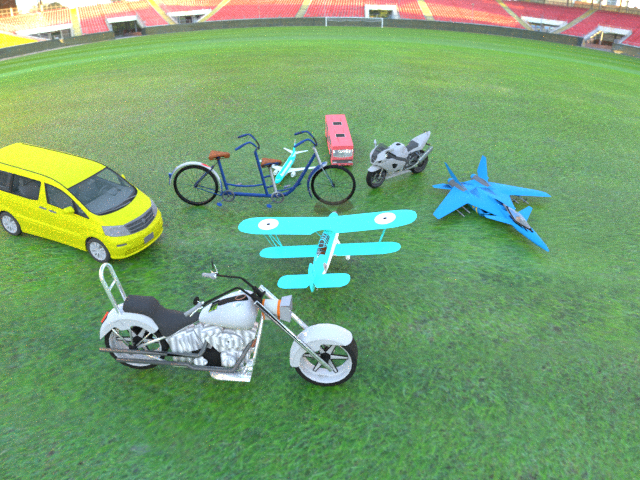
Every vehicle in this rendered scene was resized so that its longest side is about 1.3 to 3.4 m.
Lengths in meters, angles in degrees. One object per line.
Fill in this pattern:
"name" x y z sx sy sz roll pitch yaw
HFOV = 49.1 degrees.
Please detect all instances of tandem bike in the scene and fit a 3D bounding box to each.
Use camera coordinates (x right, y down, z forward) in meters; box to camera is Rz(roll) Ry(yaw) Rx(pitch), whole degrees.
"tandem bike" -0.982 -1.167 11.816 3.192 1.326 0.550 0 31 0

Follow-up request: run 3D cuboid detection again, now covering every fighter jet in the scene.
"fighter jet" 3.016 -0.608 11.632 2.229 0.557 2.640 -11 33 -18

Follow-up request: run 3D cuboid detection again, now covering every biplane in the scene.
"biplane" 0.021 0.128 9.995 2.598 0.981 2.120 5 31 9

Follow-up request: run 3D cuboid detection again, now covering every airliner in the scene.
"airliner" -0.631 -1.464 13.180 1.161 0.429 1.307 8 32 12

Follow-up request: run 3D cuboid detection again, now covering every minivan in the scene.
"minivan" -3.950 -0.644 11.071 3.011 1.197 1.324 14 34 22

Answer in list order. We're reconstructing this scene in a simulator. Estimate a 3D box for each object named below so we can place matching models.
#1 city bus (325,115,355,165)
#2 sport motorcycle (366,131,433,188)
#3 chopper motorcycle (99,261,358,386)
"city bus" 0.373 -2.003 14.049 0.476 0.460 1.674 -2 31 -3
"sport motorcycle" 1.443 -1.480 12.827 1.520 0.821 0.506 -21 37 -31
"chopper motorcycle" -1.076 0.986 8.083 3.040 1.480 0.906 3 31 5
